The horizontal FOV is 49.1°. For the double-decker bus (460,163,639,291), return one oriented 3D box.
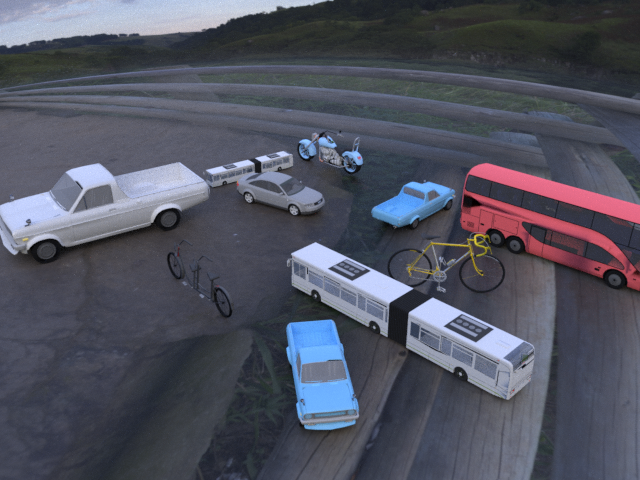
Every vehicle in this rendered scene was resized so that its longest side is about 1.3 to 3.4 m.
[{"bbox_3d":[3.543,-0.180,9.934,3.251,1.052,0.756,23,35,36],"label":"double-decker bus"}]

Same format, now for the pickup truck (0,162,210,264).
[{"bbox_3d":[-3.314,-0.610,10.817,3.117,0.993,1.244,-17,32,-30],"label":"pickup truck"}]

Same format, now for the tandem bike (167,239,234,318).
[{"bbox_3d":[-1.594,0.455,9.124,0.283,0.682,1.642,-21,34,-35],"label":"tandem bike"}]

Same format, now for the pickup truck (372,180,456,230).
[{"bbox_3d":[1.541,-0.620,11.353,0.640,0.511,1.603,23,36,37],"label":"pickup truck"}]

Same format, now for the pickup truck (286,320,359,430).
[{"bbox_3d":[-0.004,1.368,7.569,0.640,0.511,1.603,-4,28,-7],"label":"pickup truck"}]

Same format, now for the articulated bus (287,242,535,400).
[{"bbox_3d":[0.943,0.866,8.471,0.605,0.561,3.401,-25,37,-39],"label":"articulated bus"}]

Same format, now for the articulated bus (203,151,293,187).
[{"bbox_3d":[-1.290,-1.321,12.925,1.749,0.289,0.311,-18,33,-31],"label":"articulated bus"}]

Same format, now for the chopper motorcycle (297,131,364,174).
[{"bbox_3d":[0.171,-1.727,13.191,1.563,0.761,0.466,23,35,37],"label":"chopper motorcycle"}]

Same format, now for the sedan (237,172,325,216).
[{"bbox_3d":[-0.668,-0.836,11.794,1.613,0.483,0.635,17,32,28],"label":"sedan"}]

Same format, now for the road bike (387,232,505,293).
[{"bbox_3d":[1.669,0.295,9.246,1.545,0.852,0.358,4,28,8],"label":"road bike"}]
